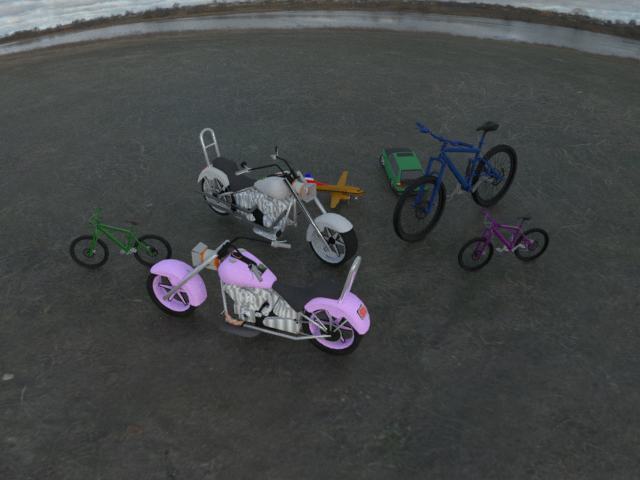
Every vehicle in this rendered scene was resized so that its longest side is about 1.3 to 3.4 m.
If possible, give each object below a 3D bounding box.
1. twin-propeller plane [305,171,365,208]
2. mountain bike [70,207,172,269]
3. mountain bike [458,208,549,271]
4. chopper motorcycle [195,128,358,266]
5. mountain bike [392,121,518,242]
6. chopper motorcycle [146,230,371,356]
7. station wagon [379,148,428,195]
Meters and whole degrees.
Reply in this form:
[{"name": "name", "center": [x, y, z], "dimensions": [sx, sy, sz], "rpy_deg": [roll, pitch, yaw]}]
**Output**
[{"name": "twin-propeller plane", "center": [0.243, -0.918, 12.060], "dimensions": [1.095, 0.407, 1.370], "rpy_deg": [6, 32, 9]}, {"name": "mountain bike", "center": [-2.891, 0.036, 10.092], "dimensions": [1.469, 0.868, 0.573], "rpy_deg": [-1, 32, -1]}, {"name": "mountain bike", "center": [2.685, 0.007, 10.139], "dimensions": [1.469, 0.868, 0.573], "rpy_deg": [-9, 33, -14]}, {"name": "chopper motorcycle", "center": [-0.725, -0.675, 10.655], "dimensions": [3.040, 1.480, 0.906], "rpy_deg": [22, 38, 31]}, {"name": "mountain bike", "center": [2.213, -1.027, 11.024], "dimensions": [2.857, 1.688, 1.114], "rpy_deg": [-23, 39, -32]}, {"name": "chopper motorcycle", "center": [-0.837, 0.562, 8.670], "dimensions": [3.040, 1.480, 0.906], "rpy_deg": [12, 34, 18]}, {"name": "station wagon", "center": [1.520, -1.350, 12.690], "dimensions": [0.682, 0.473, 1.597], "rpy_deg": [-3, 32, -5]}]
